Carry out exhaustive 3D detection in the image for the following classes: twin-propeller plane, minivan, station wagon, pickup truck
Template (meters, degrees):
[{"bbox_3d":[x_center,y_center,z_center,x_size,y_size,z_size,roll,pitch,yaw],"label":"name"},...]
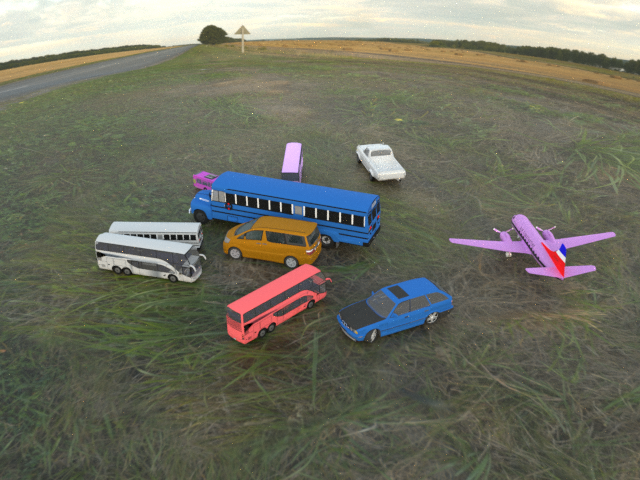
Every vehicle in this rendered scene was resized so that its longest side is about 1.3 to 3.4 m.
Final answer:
[{"bbox_3d":[3.358,-0.006,10.795,2.663,0.792,2.129,-2,29,-4],"label":"twin-propeller plane"},{"bbox_3d":[-0.769,-0.020,11.003,1.548,0.616,0.681,9,30,15],"label":"minivan"},{"bbox_3d":[1.013,0.904,9.467,1.597,0.473,0.682,-14,32,-23],"label":"station wagon"},{"bbox_3d":[1.197,-1.597,13.988,0.640,0.511,1.603,-6,29,-11],"label":"pickup truck"}]

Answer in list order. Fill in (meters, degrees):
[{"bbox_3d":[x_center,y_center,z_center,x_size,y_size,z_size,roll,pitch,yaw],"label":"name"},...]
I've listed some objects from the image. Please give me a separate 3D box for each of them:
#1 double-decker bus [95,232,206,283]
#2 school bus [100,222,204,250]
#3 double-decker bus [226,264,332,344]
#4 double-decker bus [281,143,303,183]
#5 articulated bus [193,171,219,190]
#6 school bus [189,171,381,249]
[{"bbox_3d":[-2.564,0.269,10.553,1.672,0.541,0.389,7,30,13],"label":"double-decker bus"},{"bbox_3d":[-2.755,-0.048,11.243,1.708,0.434,0.365,1,29,1],"label":"school bus"},{"bbox_3d":[-0.544,0.829,9.532,0.389,0.541,1.672,24,37,37],"label":"double-decker bus"},{"bbox_3d":[-0.536,-1.336,13.479,0.389,0.541,1.672,1,29,1],"label":"double-decker bus"},{"bbox_3d":[-1.642,-0.934,13.010,1.749,0.289,0.311,19,34,31],"label":"articulated bus"},{"bbox_3d":[-0.660,-0.541,11.715,3.322,0.844,0.709,11,30,19],"label":"school bus"}]
